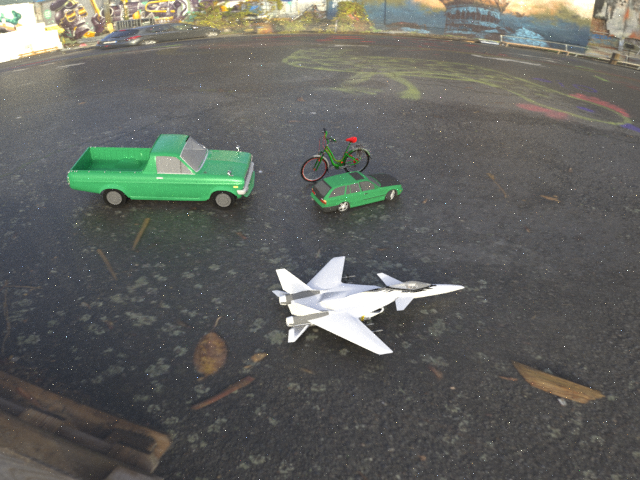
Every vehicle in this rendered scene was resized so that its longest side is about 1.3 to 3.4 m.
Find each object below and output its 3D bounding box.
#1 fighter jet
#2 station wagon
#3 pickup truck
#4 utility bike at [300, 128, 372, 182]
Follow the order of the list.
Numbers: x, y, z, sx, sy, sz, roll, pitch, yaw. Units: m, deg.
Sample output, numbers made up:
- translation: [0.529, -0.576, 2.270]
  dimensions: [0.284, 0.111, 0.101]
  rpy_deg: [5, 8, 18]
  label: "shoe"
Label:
- translation: [0.744, 0.679, 9.457]
  dimensions: [2.640, 0.557, 2.229]
  rpy_deg: [-7, 32, -12]
  label: "fighter jet"
- translation: [0.656, -0.907, 12.105]
  dimensions: [1.597, 0.473, 0.682]
  rpy_deg: [-14, 34, -21]
  label: "station wagon"
- translation: [-2.714, -1.250, 12.166]
  dimensions: [3.117, 0.993, 1.244]
  rpy_deg: [1, 32, 2]
  label: "pickup truck"
- translation: [0.331, -1.517, 12.642]
  dimensions: [1.435, 0.946, 0.535]
  rpy_deg: [-13, 34, -19]
  label: "utility bike"
